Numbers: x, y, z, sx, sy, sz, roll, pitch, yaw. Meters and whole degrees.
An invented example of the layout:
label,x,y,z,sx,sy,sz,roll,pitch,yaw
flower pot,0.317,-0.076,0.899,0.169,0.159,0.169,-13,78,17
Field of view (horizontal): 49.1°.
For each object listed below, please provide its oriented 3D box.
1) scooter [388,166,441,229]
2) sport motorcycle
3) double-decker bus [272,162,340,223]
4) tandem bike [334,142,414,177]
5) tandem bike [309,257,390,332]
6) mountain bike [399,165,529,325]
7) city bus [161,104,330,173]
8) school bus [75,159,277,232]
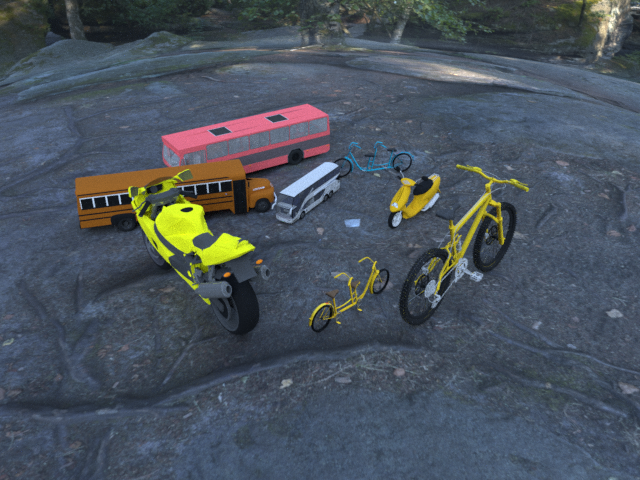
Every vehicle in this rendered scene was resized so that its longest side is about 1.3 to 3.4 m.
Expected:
label,x,y,z,sx,sy,sz,roll,pitch,yaw
scooter,1.619,-0.796,11.854,0.662,0.919,1.399,26,39,37
sport motorcycle,-1.745,0.125,9.633,0.983,1.596,2.955,-23,37,-33
double-decker bus,-0.205,-0.827,12.278,0.389,0.541,1.672,18,35,27
tandem bike,1.019,-1.559,13.374,1.642,0.682,0.283,-6,31,-10
tandem bike,0.429,0.701,9.559,0.283,0.682,1.642,26,39,37
mountain bike,2.014,0.033,9.700,1.114,1.688,2.857,25,39,36
city bus,-1.374,-1.816,13.600,3.255,0.894,0.926,-18,35,-28
school bus,-2.400,-0.792,11.921,3.322,0.844,0.709,-8,32,-14
